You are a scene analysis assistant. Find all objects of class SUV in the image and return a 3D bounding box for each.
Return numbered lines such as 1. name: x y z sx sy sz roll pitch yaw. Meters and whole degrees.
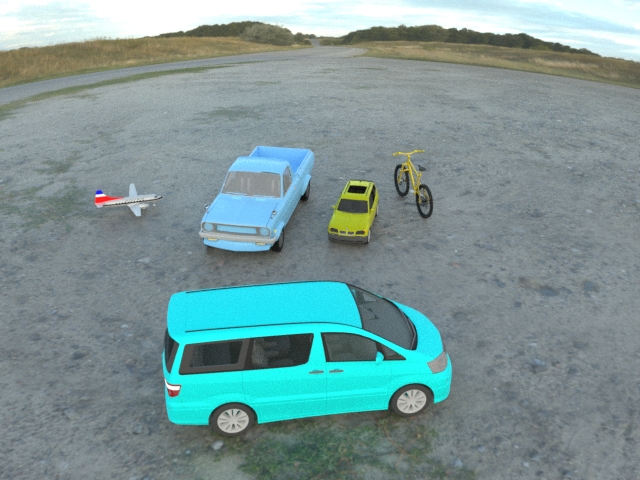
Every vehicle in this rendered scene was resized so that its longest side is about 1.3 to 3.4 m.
1. SUV: 0.549 -0.471 11.024 0.656 0.580 1.572 6 28 10

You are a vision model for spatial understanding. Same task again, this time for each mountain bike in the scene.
1. mountain bike: 1.554 -0.966 11.655 0.573 0.868 1.469 -8 29 -16

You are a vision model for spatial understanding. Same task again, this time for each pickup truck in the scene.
1. pickup truck: -0.923 -0.835 11.272 1.244 0.993 3.117 5 28 10

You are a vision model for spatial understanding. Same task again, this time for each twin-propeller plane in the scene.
1. twin-propeller plane: -3.173 -0.695 11.635 1.095 0.407 1.370 -9 29 -16

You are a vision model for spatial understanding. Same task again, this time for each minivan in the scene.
1. minivan: -0.112 1.126 7.333 3.011 1.197 1.324 -4 28 -8
